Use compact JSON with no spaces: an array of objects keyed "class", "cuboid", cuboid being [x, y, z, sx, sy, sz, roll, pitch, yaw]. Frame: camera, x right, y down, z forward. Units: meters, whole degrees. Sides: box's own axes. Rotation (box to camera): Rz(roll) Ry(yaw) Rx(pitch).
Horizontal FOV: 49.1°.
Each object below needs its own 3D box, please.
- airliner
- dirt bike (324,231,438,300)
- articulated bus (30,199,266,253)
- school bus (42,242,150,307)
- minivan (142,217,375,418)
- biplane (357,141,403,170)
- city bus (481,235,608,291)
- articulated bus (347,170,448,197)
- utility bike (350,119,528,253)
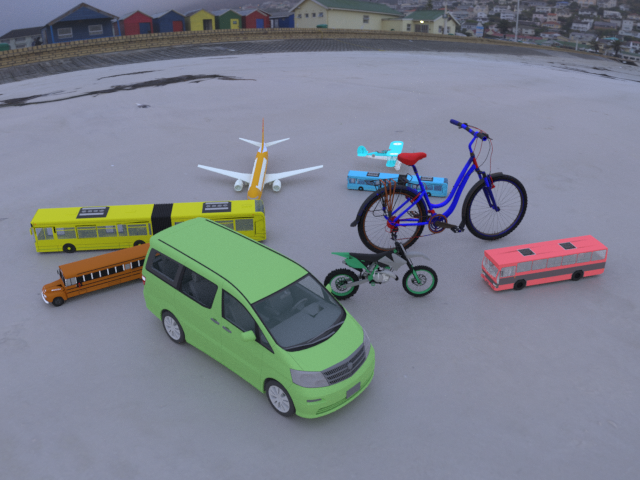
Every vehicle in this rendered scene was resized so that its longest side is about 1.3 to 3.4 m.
[{"class":"airliner","cuboid":[-1.077,-1.362,12.284,2.257,0.835,2.541,0,28,1]},{"class":"dirt bike","cuboid":[0.794,0.384,9.030,1.493,0.857,0.527,-2,28,-3]},{"class":"articulated bus","cuboid":[-2.521,-0.216,10.451,3.401,0.561,0.605,-3,29,-5]},{"class":"school bus","cuboid":[-2.855,0.428,9.394,1.708,0.434,0.365,-16,32,-27]},{"class":"minivan","cuboid":[-0.753,0.781,7.939,3.011,1.197,1.324,24,37,37]},{"class":"biplane","cuboid":[1.234,-1.579,13.032,1.090,0.504,1.336,5,29,9]},{"class":"city bus","cuboid":[3.058,0.324,9.560,1.674,0.460,0.476,-8,29,-14]},{"class":"articulated bus","cuboid":[1.330,-0.981,12.152,1.749,0.289,0.311,6,29,10]},{"class":"utility bike","cuboid":[1.745,-0.762,10.117,2.791,1.839,1.039,-7,29,-14]}]
